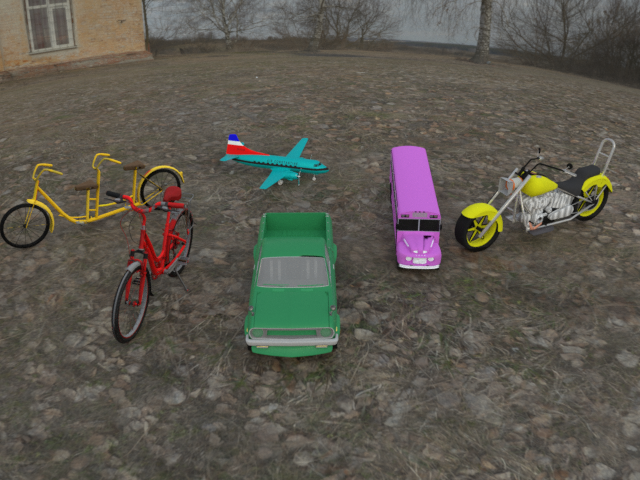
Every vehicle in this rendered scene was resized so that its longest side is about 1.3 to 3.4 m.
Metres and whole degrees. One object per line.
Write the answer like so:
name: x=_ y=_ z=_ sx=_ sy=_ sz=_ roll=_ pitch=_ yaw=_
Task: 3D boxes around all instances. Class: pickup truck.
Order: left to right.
pickup truck: x=-0.362 y=0.412 z=9.812 sx=1.244 sy=0.993 sz=3.117 roll=0 pitch=29 yaw=-1

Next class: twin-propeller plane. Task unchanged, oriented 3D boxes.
twin-propeller plane: x=-0.848 y=-1.609 z=13.681 sx=2.129 sy=0.792 sz=2.663 roll=8 pitch=30 yaw=14

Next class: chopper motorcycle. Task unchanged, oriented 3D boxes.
chopper motorcycle: x=3.558 y=-0.747 z=11.408 sx=3.040 sy=1.480 sz=0.906 roll=-13 pitch=31 yaw=-22

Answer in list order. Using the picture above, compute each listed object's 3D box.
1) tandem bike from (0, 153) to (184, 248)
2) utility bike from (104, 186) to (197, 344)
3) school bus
tandem bike: x=-3.730 y=-0.804 z=11.670 sx=3.192 sy=1.326 sz=0.550 roll=-20 pitch=35 yaw=-32
utility bike: x=-2.147 y=0.070 z=9.558 sx=1.039 sy=1.839 sz=2.791 roll=6 pitch=29 yaw=10
school bus: x=1.572 y=-0.601 z=11.801 sx=0.709 sy=0.844 sz=3.322 roll=1 pitch=29 yaw=2
